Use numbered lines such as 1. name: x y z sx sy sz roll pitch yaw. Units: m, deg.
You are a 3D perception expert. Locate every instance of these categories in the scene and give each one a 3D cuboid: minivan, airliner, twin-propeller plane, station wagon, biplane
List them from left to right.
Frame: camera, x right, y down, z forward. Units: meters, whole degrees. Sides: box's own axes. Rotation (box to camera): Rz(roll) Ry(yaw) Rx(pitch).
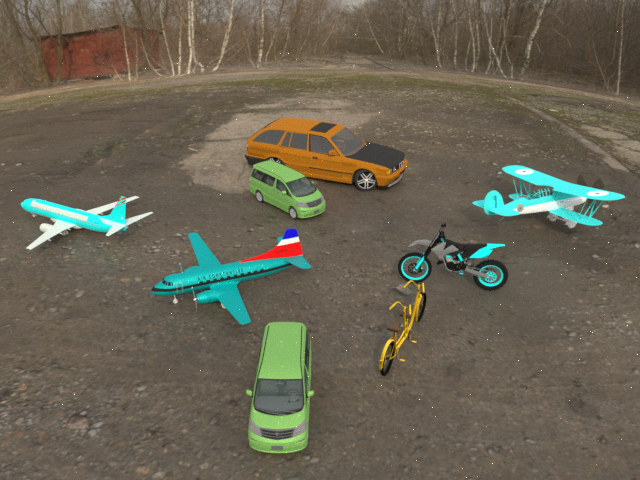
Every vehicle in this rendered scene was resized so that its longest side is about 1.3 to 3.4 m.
1. airliner: -3.937 -0.536 11.131 2.541 0.835 2.257 15 30 27
2. twin-propeller plane: -1.216 0.356 9.392 2.129 0.792 2.663 -11 28 -20
3. minivan: -0.394 1.497 7.301 0.681 0.616 1.548 0 27 1
4. minivan: -0.566 -0.876 12.059 0.681 0.616 1.548 -21 34 -36
5. station wagon: 0.129 -1.717 13.404 3.105 0.920 1.327 11 29 22
6. biplane: 3.488 -0.631 11.159 2.120 0.981 2.598 -10 28 -19

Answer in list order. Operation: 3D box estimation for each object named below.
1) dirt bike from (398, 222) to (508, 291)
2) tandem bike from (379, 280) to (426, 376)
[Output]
1. dirt bike: 1.813 0.262 9.508 1.493 0.857 0.527 5 27 10
2. tandem bike: 1.005 0.970 8.285 0.283 0.682 1.642 12 29 22
